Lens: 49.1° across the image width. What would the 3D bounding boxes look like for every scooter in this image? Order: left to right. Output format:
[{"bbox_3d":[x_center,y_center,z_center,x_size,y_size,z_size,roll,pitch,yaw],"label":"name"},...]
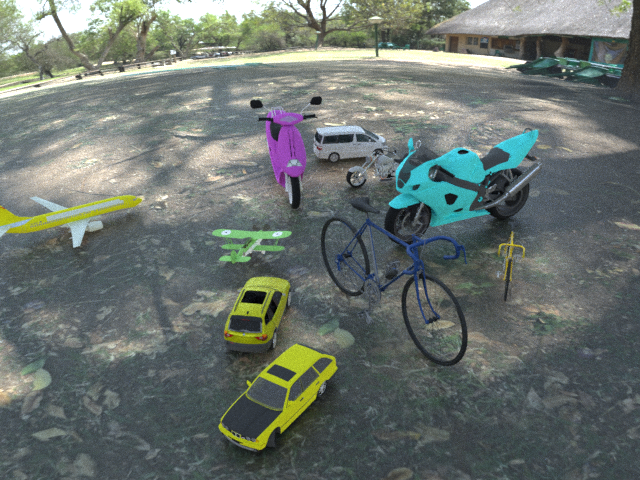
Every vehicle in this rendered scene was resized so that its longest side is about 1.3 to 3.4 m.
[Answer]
[{"bbox_3d":[-0.649,-1.851,12.992,1.288,1.786,2.721,-5,28,-9],"label":"scooter"}]

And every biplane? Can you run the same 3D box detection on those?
[{"bbox_3d":[-1.119,0.094,10.706,1.336,0.504,1.090,10,30,18],"label":"biplane"}]

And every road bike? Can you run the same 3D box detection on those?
[{"bbox_3d":[0.845,0.375,8.953,0.696,1.656,3.004,-17,33,-29],"label":"road bike"},{"bbox_3d":[2.730,0.231,10.080,0.358,0.852,1.545,7,29,13],"label":"road bike"}]

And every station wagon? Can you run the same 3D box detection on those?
[{"bbox_3d":[-0.444,1.674,7.774,0.682,0.473,1.597,17,32,29],"label":"station wagon"}]

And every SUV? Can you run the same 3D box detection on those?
[{"bbox_3d":[-0.802,0.879,9.152,0.656,0.580,1.572,4,28,8],"label":"SUV"}]

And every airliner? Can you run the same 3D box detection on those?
[{"bbox_3d":[-4.163,-0.568,11.597,2.541,0.835,2.257,-19,33,-31],"label":"airliner"}]

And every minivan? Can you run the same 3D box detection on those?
[{"bbox_3d":[0.651,-2.039,14.591,1.548,0.616,0.681,-6,29,-11],"label":"minivan"}]

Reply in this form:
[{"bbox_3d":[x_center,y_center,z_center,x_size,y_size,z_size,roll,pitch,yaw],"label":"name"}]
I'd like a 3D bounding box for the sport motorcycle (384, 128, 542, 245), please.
[{"bbox_3d":[2.325,-0.887,11.386,2.955,1.596,0.983,-14,31,-25],"label":"sport motorcycle"}]

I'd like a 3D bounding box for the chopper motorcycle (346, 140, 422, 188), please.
[{"bbox_3d":[1.245,-1.448,13.327,1.563,0.761,0.466,-10,30,-18],"label":"chopper motorcycle"}]
